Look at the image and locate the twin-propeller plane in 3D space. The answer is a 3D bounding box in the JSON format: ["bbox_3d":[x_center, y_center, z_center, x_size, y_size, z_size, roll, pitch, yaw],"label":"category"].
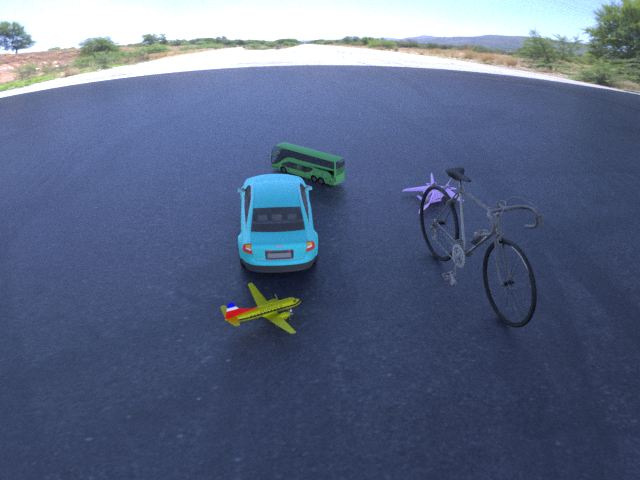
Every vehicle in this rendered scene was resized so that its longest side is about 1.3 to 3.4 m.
[{"bbox_3d":[-0.737,0.879,9.204,1.095,0.407,1.370,-14,31,-25],"label":"twin-propeller plane"}]

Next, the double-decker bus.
[{"bbox_3d":[-0.272,-1.490,13.582,1.672,0.541,0.389,19,33,32],"label":"double-decker bus"}]

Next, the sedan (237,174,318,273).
[{"bbox_3d":[-0.703,-0.478,11.221,1.235,0.940,3.137,-2,28,-4],"label":"sedan"}]

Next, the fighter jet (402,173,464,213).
[{"bbox_3d":[1.998,-0.821,12.579,1.147,0.286,1.358,12,30,22],"label":"fighter jet"}]

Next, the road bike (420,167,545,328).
[{"bbox_3d":[2.105,-0.067,9.665,0.696,1.656,3.004,-10,29,-18],"label":"road bike"}]
